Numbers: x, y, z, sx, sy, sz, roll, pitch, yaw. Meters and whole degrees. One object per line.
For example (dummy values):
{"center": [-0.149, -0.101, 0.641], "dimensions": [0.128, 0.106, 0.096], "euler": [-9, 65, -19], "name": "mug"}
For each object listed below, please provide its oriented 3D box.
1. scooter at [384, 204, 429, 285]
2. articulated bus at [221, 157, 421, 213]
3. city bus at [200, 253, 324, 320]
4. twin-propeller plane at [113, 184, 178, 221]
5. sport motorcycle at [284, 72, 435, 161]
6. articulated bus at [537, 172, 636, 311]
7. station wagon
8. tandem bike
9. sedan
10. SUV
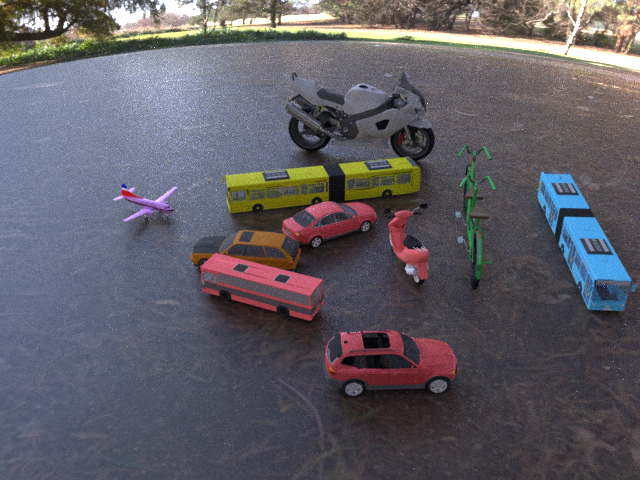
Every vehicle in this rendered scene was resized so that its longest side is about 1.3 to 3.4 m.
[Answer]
{"center": [1.271, -0.013, 10.124], "dimensions": [0.662, 0.919, 1.399], "euler": [-8, 31, -12], "name": "scooter"}
{"center": [0.046, -0.960, 12.074], "dimensions": [3.401, 0.561, 0.605], "euler": [-7, 31, -12], "name": "articulated bus"}
{"center": [-0.790, 0.639, 9.473], "dimensions": [1.674, 0.460, 0.476], "euler": [13, 33, 21], "name": "city bus"}
{"center": [-2.898, -0.660, 11.720], "dimensions": [1.095, 0.407, 1.370], "euler": [14, 34, 23], "name": "twin-propeller plane"}
{"center": [0.752, -2.372, 13.444], "dimensions": [2.955, 1.596, 0.983], "euler": [7, 31, 12], "name": "sport motorcycle"}
{"center": [3.909, -0.101, 10.623], "dimensions": [0.605, 0.561, 3.401], "euler": [2, 31, 3], "name": "articulated bus"}
{"center": [-1.103, 0.144, 10.296], "dimensions": [1.597, 0.473, 0.682], "euler": [5, 31, 8], "name": "station wagon"}
{"center": [2.315, -0.507, 10.559], "dimensions": [0.550, 1.326, 3.192], "euler": [4, 31, 7], "name": "tandem bike"}
{"center": [0.176, -0.332, 11.090], "dimensions": [1.613, 0.483, 0.635], "euler": [-17, 35, -26], "name": "sedan"}
{"center": [0.822, 1.376, 8.110], "dimensions": [1.572, 0.580, 0.656], "euler": [-1, 31, -2], "name": "SUV"}
